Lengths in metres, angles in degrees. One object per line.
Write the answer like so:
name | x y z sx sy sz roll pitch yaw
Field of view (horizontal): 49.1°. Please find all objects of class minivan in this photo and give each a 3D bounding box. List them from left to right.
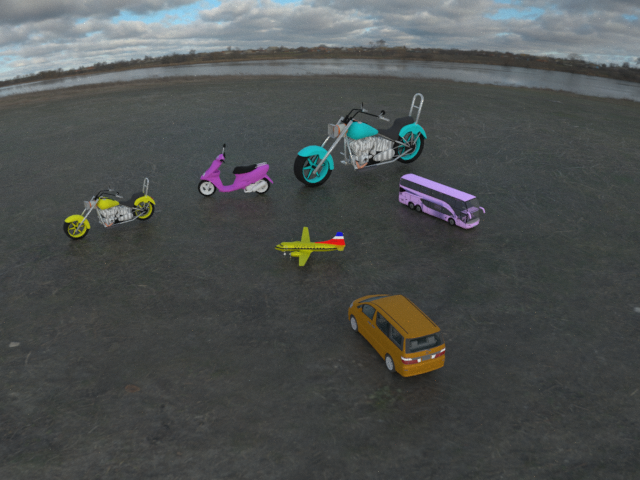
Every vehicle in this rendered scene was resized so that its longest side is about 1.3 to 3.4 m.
minivan | 0.893 1.033 8.511 0.681 0.616 1.548 -11 28 -21

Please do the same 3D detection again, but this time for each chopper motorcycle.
chopper motorcycle | -3.485 -0.524 11.604 1.563 0.761 0.466 -18 31 -33
chopper motorcycle | 0.850 -1.995 13.849 3.040 1.480 0.906 -15 29 -28

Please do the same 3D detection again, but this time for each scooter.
scooter | -1.579 -1.262 12.966 1.399 0.919 0.662 -3 26 -6

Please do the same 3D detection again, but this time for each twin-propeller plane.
twin-propeller plane | -0.157 0.057 10.796 1.095 0.407 1.370 1 26 1

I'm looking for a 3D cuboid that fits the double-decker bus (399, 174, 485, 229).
double-decker bus | 2.074 -0.674 12.171 0.389 0.541 1.672 -20 32 -36
